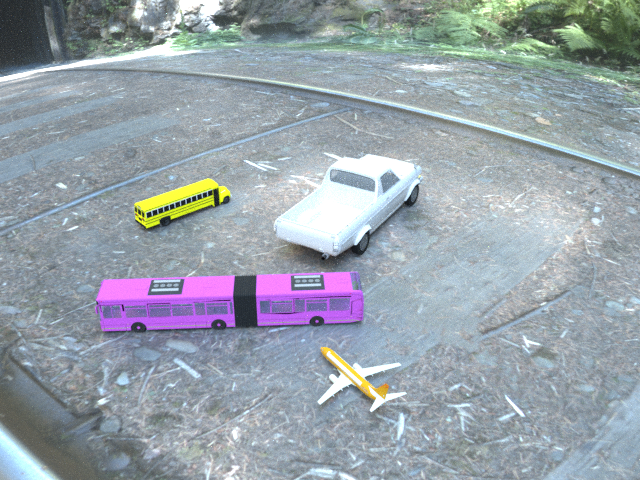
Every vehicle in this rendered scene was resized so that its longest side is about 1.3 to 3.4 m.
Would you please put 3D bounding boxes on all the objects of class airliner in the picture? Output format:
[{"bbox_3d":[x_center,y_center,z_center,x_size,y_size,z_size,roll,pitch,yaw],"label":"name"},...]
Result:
[{"bbox_3d":[0.382,1.483,8.030,1.161,0.429,1.307,-19,35,-29],"label":"airliner"}]

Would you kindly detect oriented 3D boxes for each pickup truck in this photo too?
[{"bbox_3d":[0.550,-0.696,11.206,1.244,0.993,3.117,17,34,26],"label":"pickup truck"}]

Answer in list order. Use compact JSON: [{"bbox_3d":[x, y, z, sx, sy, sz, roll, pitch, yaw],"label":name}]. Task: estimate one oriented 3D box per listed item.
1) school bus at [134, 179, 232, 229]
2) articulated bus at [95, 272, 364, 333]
[{"bbox_3d":[-2.244,-0.638,11.660,1.708,0.434,0.365,-24,38,-35],"label":"school bus"},{"bbox_3d":[-1.150,0.794,9.081,3.401,0.561,0.605,-2,30,-3],"label":"articulated bus"}]
